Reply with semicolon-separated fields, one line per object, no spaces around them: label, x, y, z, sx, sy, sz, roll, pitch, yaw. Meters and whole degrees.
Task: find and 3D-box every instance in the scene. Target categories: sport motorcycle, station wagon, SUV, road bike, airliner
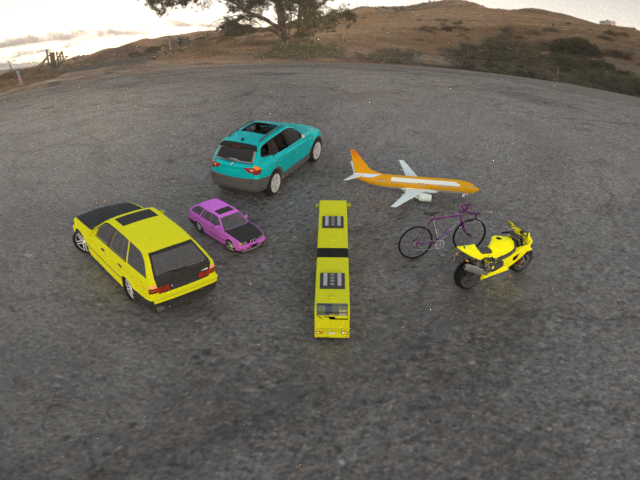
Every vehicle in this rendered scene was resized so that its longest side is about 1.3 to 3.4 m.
sport motorcycle;2.662;0.250;10.654;1.520;0.821;0.506;-14;32;-24
station wagon;-1.608;-0.293;12.013;0.682;0.473;1.597;-23;36;-36
SUV;-1.021;-1.881;14.245;1.276;1.128;3.058;12;31;22
road bike;1.995;-0.131;11.321;1.545;0.852;0.358;-8;30;-14
airliner;1.783;-1.266;13.422;2.541;0.835;2.257;5;29;8
station wagon;-2.851;0.015;10.981;1.327;0.920;3.105;-21;35;-33

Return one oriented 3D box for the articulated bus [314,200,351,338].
articulated bus;0.198;0.320;10.796;0.605;0.561;3.401;1;29;1
